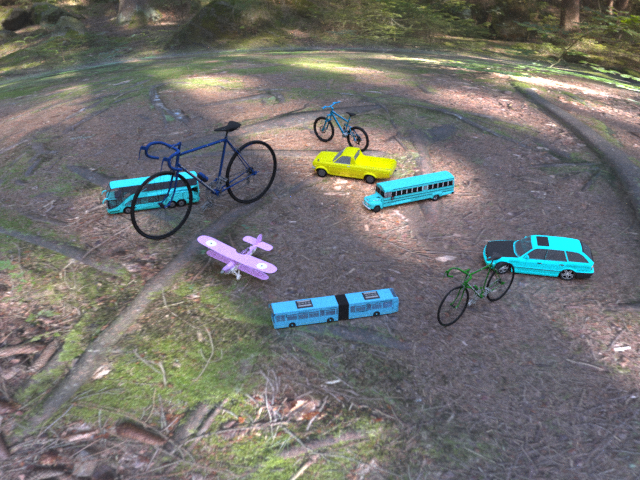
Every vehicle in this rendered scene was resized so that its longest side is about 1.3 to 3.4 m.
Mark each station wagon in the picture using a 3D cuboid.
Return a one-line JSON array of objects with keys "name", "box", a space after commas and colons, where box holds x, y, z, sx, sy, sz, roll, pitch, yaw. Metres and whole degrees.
[{"name": "station wagon", "box": [3.285, 0.213, 10.558, 1.597, 0.473, 0.682, 5, 30, 9]}]

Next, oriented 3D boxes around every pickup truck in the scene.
[{"name": "pickup truck", "box": [0.659, -1.478, 13.470, 1.603, 0.511, 0.640, 9, 31, 15]}]

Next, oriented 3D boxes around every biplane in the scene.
[{"name": "biplane", "box": [-1.145, 0.257, 10.449, 1.336, 0.504, 1.090, 15, 33, 24]}]

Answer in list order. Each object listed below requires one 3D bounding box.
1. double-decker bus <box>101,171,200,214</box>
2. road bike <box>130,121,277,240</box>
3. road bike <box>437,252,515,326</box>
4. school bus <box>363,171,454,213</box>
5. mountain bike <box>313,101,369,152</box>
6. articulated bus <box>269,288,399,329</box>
[{"name": "double-decker bus", "box": [-2.966, -0.828, 12.305, 1.672, 0.541, 0.389, -9, 31, -15]}, {"name": "road bike", "box": [-1.858, -1.084, 11.631, 3.004, 1.656, 0.696, -26, 39, -37]}, {"name": "road bike", "box": [2.143, 0.623, 9.463, 1.545, 0.852, 0.358, -21, 36, -32]}, {"name": "school bus", "box": [1.579, -0.872, 12.490, 1.708, 0.434, 0.365, -12, 32, -20]}, {"name": "mountain bike", "box": [0.433, -2.359, 14.647, 1.469, 0.868, 0.573, 22, 37, 34]}, {"name": "articulated bus", "box": [0.194, 0.924, 9.503, 1.749, 0.289, 0.311, -6, 30, -11]}]
